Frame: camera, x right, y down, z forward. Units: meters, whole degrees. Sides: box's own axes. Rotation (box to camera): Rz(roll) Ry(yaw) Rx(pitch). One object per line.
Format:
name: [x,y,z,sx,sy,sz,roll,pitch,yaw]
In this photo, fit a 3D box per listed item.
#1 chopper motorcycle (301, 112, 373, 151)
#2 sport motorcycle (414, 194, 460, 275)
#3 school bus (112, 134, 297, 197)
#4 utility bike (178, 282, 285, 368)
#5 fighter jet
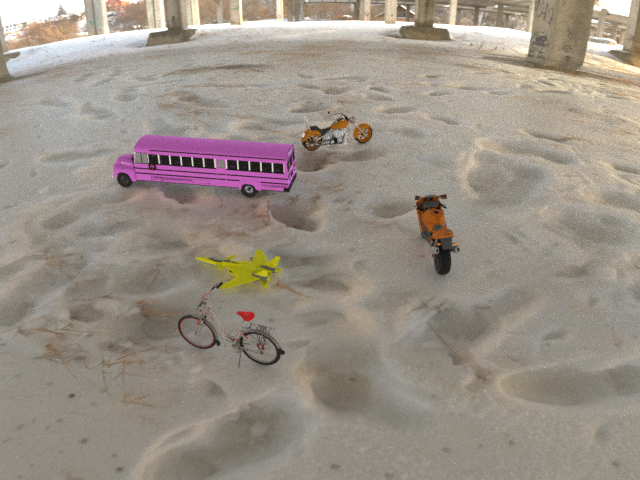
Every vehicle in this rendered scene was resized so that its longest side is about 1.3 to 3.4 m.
chopper motorcycle: [0.350,-2.220,14.056,1.563,0.761,0.466,-13,33,-21]
sport motorcycle: [1.714,-0.132,10.438,0.506,0.821,1.520,-3,31,-5]
school bus: [-2.109,-1.353,12.496,3.322,0.844,0.709,5,31,8]
utility bike: [-1.101,1.059,8.287,1.435,0.946,0.535,11,32,18]
fighter jet: [-1.249,0.327,10.184,1.358,0.286,1.147,13,33,20]
